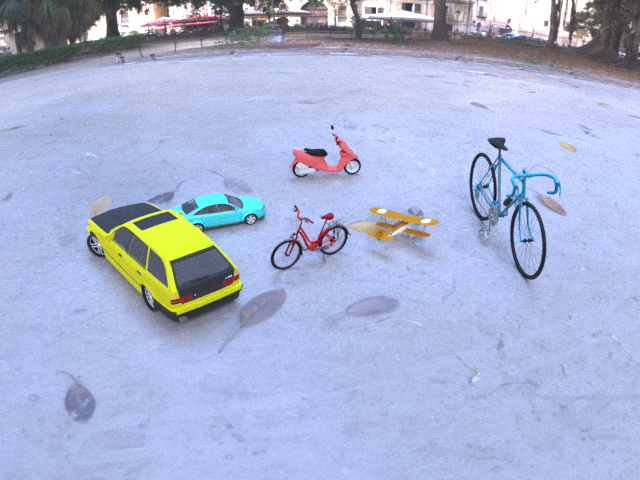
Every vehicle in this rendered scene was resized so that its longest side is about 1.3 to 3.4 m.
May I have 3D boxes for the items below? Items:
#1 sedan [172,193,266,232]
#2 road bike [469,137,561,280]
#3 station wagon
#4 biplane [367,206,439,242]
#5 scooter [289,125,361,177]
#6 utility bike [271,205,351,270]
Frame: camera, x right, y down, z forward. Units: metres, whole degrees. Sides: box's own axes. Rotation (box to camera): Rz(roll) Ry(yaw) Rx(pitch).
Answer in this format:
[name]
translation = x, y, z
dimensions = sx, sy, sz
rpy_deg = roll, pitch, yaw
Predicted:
[sedan]
translation = -1.714, -0.518, 11.907
dimensions = 1.613, 0.483, 0.635
rpy_deg = -11, 32, -18
[road bike]
translation = 2.910, -0.662, 10.986
dimensions = 0.697, 1.656, 3.004
rpy_deg = -5, 30, -8
[station wagon]
translation = -2.434, 0.077, 10.443
dimensions = 1.327, 0.920, 3.105
rpy_deg = -22, 36, -33
[biplane]
translation = 1.242, -0.209, 11.353
dimensions = 1.336, 0.504, 1.090
rpy_deg = 25, 38, 36
[scooter]
translation = 0.107, -1.655, 13.437
dimensions = 1.399, 0.919, 0.662
rpy_deg = -4, 30, -7
[utility bike]
translation = -0.096, -0.050, 10.637
dimensions = 1.435, 0.946, 0.535
rpy_deg = -17, 34, -27
